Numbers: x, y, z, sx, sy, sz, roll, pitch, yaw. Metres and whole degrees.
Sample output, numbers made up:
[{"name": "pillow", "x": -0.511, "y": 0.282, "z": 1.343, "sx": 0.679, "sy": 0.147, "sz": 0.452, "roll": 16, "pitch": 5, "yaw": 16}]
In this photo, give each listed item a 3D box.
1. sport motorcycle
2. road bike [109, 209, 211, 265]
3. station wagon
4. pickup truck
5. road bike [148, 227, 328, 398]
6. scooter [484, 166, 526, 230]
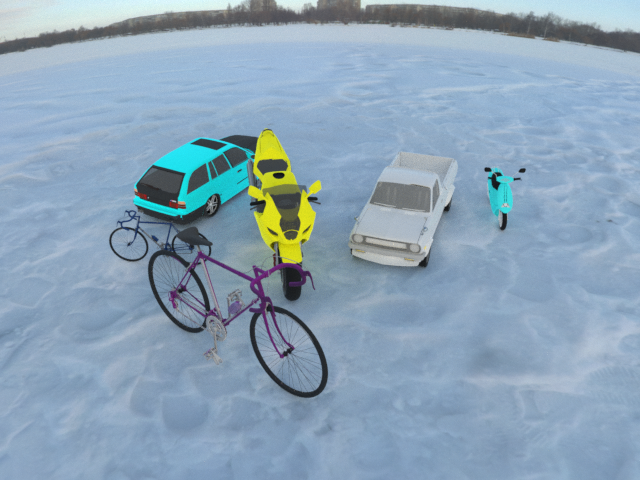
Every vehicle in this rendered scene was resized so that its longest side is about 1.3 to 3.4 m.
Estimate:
[{"name": "sport motorcycle", "x": -0.595, "y": -0.440, "z": 10.260, "sx": 0.983, "sy": 1.596, "sz": 2.955, "roll": -5, "pitch": 31, "yaw": -9}, {"name": "road bike", "x": -2.364, "y": -0.020, "z": 10.280, "sx": 1.545, "sy": 0.852, "sz": 0.358, "roll": 3, "pitch": 31, "yaw": 5}, {"name": "station wagon", "x": -1.891, "y": -1.307, "z": 12.401, "sx": 1.327, "sy": 0.920, "sz": 3.105, "roll": 16, "pitch": 34, "yaw": 25}, {"name": "pickup truck", "x": 1.418, "y": -0.668, "z": 11.242, "sx": 1.244, "sy": 0.993, "sz": 3.117, "roll": 10, "pitch": 32, "yaw": 16}, {"name": "road bike", "x": -1.075, "y": 0.742, "z": 8.192, "sx": 3.004, "sy": 1.656, "sz": 0.697, "roll": 23, "pitch": 37, "yaw": 33}, {"name": "scooter", "x": 2.988, "y": -0.846, "z": 11.619, "sx": 0.662, "sy": 0.919, "sz": 1.399, "roll": 2, "pitch": 31, "yaw": 3}]
